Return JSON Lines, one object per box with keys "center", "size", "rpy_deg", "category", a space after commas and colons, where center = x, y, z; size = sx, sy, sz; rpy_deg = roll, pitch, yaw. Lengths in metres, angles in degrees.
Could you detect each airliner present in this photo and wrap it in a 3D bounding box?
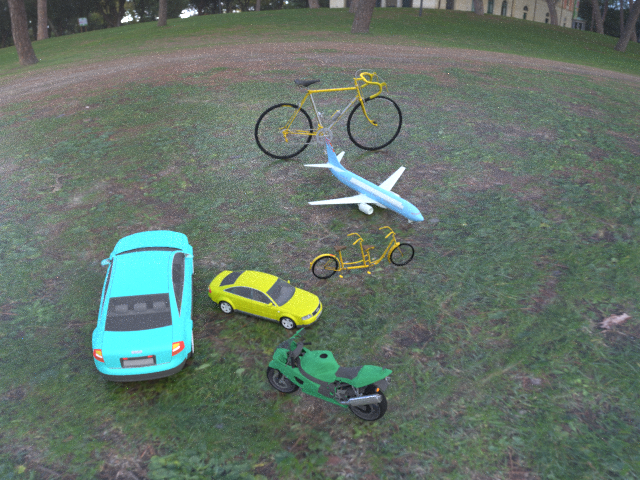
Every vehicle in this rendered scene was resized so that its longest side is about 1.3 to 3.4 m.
{"center": [0.875, -1.031, 12.159], "size": [2.257, 0.835, 2.541], "rpy_deg": [-23, 38, -33], "category": "airliner"}

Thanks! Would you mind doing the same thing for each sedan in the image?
{"center": [-0.750, 0.750, 9.532], "size": [1.613, 0.483, 0.635], "rpy_deg": [12, 33, 19], "category": "sedan"}
{"center": [-2.293, 0.629, 9.290], "size": [1.235, 0.940, 3.137], "rpy_deg": [-4, 31, -7], "category": "sedan"}

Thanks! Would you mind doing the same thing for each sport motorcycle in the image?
{"center": [0.070, 1.548, 7.874], "size": [1.520, 0.821, 0.506], "rpy_deg": [13, 33, 20], "category": "sport motorcycle"}

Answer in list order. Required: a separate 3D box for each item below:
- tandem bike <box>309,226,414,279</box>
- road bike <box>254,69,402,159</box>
{"center": [0.634, 0.192, 10.270], "size": [1.642, 0.682, 0.283], "rpy_deg": [-9, 32, -14], "category": "tandem bike"}
{"center": [0.198, -2.433, 13.698], "size": [3.004, 1.656, 0.697], "rpy_deg": [-7, 32, -11], "category": "road bike"}
